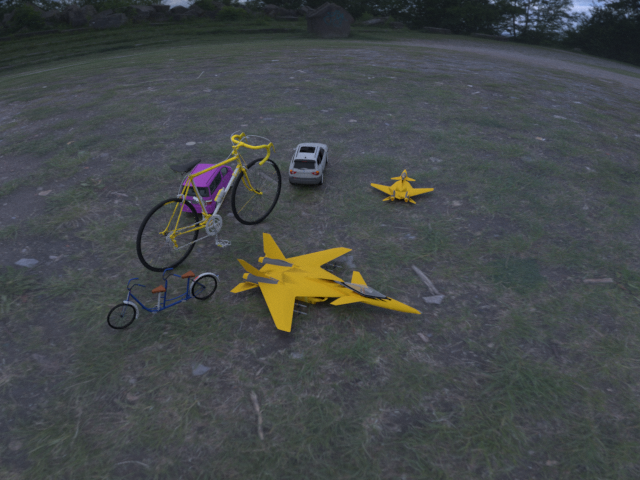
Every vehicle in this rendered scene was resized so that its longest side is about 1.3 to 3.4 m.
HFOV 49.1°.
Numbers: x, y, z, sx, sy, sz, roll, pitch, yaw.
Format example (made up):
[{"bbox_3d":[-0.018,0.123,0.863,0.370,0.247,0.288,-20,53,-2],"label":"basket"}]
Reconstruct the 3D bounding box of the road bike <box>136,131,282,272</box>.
[{"bbox_3d":[-1.632,-0.642,10.809,0.697,1.656,3.004,24,38,34],"label":"road bike"}]

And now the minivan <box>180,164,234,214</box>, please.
[{"bbox_3d":[-1.987,-1.014,12.444,0.681,0.616,1.548,5,31,8],"label":"minivan"}]

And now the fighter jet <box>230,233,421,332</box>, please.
[{"bbox_3d":[0.158,0.577,9.843,2.640,0.557,2.229,13,33,20],"label":"fighter jet"}]

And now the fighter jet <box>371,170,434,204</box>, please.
[{"bbox_3d":[1.523,-1.090,12.891,1.147,0.286,1.358,5,31,9],"label":"fighter jet"}]

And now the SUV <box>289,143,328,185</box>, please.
[{"bbox_3d":[-0.210,-1.546,13.367,0.656,0.580,1.572,3,31,5],"label":"SUV"}]

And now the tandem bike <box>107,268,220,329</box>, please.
[{"bbox_3d":[-2.108,0.714,9.493,1.642,0.682,0.283,-19,36,-29],"label":"tandem bike"}]
